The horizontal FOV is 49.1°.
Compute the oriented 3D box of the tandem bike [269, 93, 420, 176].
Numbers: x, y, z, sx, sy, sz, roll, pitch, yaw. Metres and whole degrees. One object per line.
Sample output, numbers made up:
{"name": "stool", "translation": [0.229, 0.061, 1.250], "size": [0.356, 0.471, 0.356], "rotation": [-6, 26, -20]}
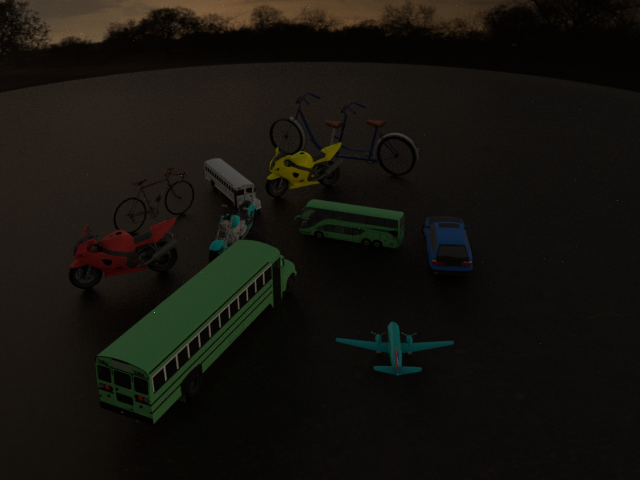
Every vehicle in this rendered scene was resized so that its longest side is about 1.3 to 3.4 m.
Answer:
{"name": "tandem bike", "translation": [0.400, -2.041, 13.330], "size": [3.192, 1.326, 0.550], "rotation": [13, 30, 24]}

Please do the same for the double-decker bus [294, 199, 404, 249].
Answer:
{"name": "double-decker bus", "translation": [0.452, -0.253, 10.715], "size": [1.672, 0.541, 0.389], "rotation": [9, 29, 17]}

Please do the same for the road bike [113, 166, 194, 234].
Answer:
{"name": "road bike", "translation": [-2.629, -0.647, 11.140], "size": [0.358, 0.852, 1.545], "rotation": [23, 35, 37]}

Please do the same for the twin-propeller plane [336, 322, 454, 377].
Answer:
{"name": "twin-propeller plane", "translation": [0.864, 1.195, 8.049], "size": [1.370, 0.407, 1.095], "rotation": [1, 27, 2]}

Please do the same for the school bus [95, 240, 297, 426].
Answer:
{"name": "school bus", "translation": [-1.255, 0.852, 8.238], "size": [0.709, 0.844, 3.322], "rotation": [12, 29, 22]}

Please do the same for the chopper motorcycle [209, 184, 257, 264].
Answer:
{"name": "chopper motorcycle", "translation": [-1.292, -0.218, 10.407], "size": [0.466, 0.761, 1.563], "rotation": [8, 28, 14]}

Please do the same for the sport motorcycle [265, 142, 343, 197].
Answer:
{"name": "sport motorcycle", "translation": [-0.280, -1.247, 12.339], "size": [1.520, 0.821, 0.506], "rotation": [-15, 31, -27]}

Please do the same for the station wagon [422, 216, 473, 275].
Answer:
{"name": "station wagon", "translation": [1.884, -0.023, 10.341], "size": [0.682, 0.473, 1.597], "rotation": [2, 27, 4]}

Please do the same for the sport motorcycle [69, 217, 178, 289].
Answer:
{"name": "sport motorcycle", "translation": [-2.680, 0.175, 9.578], "size": [1.520, 0.821, 0.506], "rotation": [-13, 30, -24]}

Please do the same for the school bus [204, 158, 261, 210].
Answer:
{"name": "school bus", "translation": [-1.529, -0.955, 12.194], "size": [0.365, 0.434, 1.708], "rotation": [-15, 31, -27]}
